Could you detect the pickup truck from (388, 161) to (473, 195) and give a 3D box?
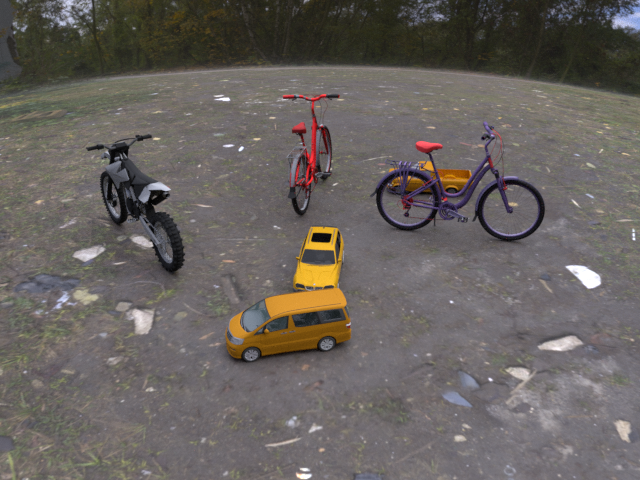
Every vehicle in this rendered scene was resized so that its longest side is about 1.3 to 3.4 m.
[{"bbox_3d":[2.049,-1.168,13.067,1.603,0.511,0.640,2,27,5],"label":"pickup truck"}]

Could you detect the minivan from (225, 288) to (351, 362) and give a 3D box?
[{"bbox_3d":[-0.403,1.025,8.677,1.548,0.616,0.681,-6,28,-12],"label":"minivan"}]

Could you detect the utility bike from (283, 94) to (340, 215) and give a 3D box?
[{"bbox_3d":[-0.244,-1.655,12.561,1.039,1.839,2.791,6,28,12],"label":"utility bike"}]

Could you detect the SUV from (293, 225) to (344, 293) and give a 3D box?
[{"bbox_3d":[-0.001,0.293,10.142,0.656,0.580,1.572,3,27,5],"label":"SUV"}]

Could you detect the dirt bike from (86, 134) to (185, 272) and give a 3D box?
[{"bbox_3d":[-2.869,-0.675,10.840,1.024,1.666,2.903,-19,33,-32],"label":"dirt bike"}]

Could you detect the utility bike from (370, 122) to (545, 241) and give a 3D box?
[{"bbox_3d":[2.205,-0.968,11.223,2.791,1.839,1.039,6,28,12],"label":"utility bike"}]
